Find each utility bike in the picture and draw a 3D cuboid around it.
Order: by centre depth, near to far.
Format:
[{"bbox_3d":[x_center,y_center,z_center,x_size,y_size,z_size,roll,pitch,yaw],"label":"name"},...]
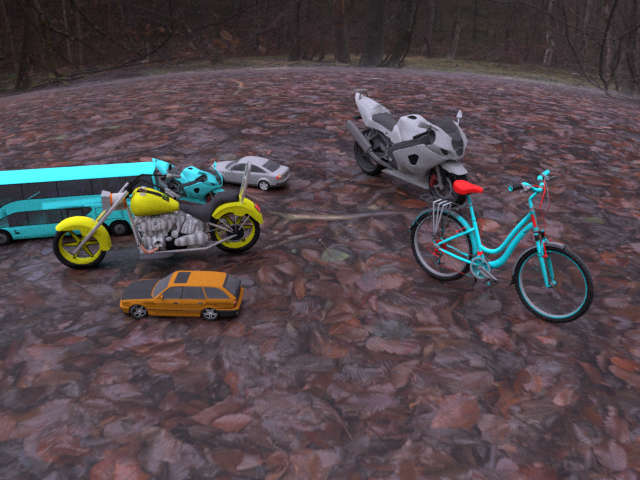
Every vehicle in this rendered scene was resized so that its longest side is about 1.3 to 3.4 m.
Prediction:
[{"bbox_3d":[2.358,-0.088,9.268,2.791,1.839,1.039,22,34,36],"label":"utility bike"}]

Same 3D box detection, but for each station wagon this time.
[{"bbox_3d":[-1.829,0.693,9.235,1.597,0.473,0.682,1,27,2],"label":"station wagon"}]

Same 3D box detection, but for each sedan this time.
[{"bbox_3d":[-1.363,-1.313,13.215,1.613,0.483,0.635,9,28,17],"label":"sedan"}]

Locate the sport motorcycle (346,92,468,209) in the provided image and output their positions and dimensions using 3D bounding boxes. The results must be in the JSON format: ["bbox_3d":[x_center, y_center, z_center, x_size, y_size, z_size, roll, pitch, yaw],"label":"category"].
[{"bbox_3d":[1.588,-1.662,12.671,0.983,1.596,2.955,-18,32,-32],"label":"sport motorcycle"}]

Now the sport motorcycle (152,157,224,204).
[{"bbox_3d":[-2.252,-0.959,12.136,1.520,0.821,0.506,12,29,23],"label":"sport motorcycle"}]

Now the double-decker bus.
[{"bbox_3d":[-4.191,-0.587,11.139,3.251,1.052,0.756,-5,27,-10],"label":"double-decker bus"}]

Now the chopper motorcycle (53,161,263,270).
[{"bbox_3d":[-2.356,-0.365,10.219,3.040,1.480,0.906,-4,27,-9],"label":"chopper motorcycle"}]
